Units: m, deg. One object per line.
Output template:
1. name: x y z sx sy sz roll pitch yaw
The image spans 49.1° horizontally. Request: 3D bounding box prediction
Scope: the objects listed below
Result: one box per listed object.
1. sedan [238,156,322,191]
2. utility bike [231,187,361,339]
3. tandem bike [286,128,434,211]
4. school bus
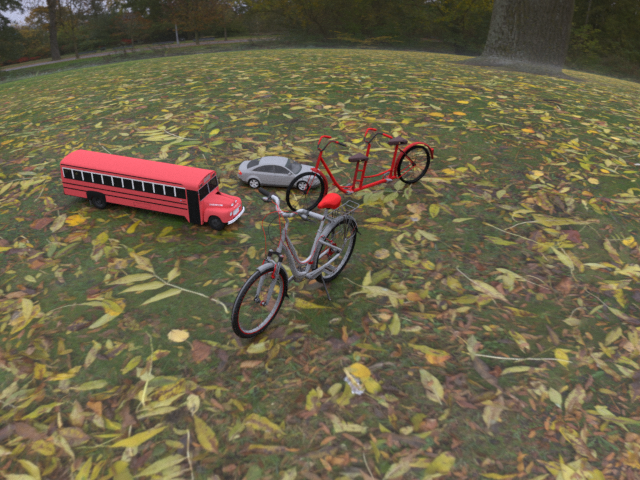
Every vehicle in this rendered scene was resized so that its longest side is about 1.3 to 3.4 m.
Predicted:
1. sedan: -0.750 -1.293 13.226 1.613 0.483 0.635 4 30 6
2. utility bike: -0.163 0.144 9.405 1.039 1.839 2.791 21 36 32
3. tandem bike: 0.788 -1.359 12.502 3.192 1.326 0.550 -17 34 -26
4. school bus: -2.923 -0.906 12.202 3.322 0.844 0.709 10 32 17
